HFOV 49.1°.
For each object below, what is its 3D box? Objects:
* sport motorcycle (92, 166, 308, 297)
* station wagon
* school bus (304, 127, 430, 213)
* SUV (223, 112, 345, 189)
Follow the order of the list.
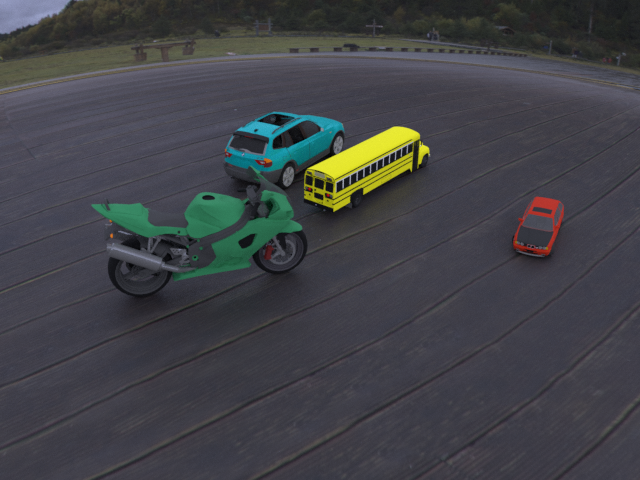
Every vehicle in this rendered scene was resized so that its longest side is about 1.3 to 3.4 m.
[{"bbox_3d":[-1.603,-0.059,9.951,2.955,1.596,0.983,-8,30,-15],"label":"sport motorcycle"},{"bbox_3d":[3.604,-0.265,11.481,0.682,0.473,1.597,13,31,22],"label":"station wagon"},{"bbox_3d":[1.002,-1.414,13.174,0.709,0.844,3.322,21,35,33],"label":"school bus"},{"bbox_3d":[-0.644,-1.988,13.918,1.276,1.128,3.058,16,33,27],"label":"SUV"}]
